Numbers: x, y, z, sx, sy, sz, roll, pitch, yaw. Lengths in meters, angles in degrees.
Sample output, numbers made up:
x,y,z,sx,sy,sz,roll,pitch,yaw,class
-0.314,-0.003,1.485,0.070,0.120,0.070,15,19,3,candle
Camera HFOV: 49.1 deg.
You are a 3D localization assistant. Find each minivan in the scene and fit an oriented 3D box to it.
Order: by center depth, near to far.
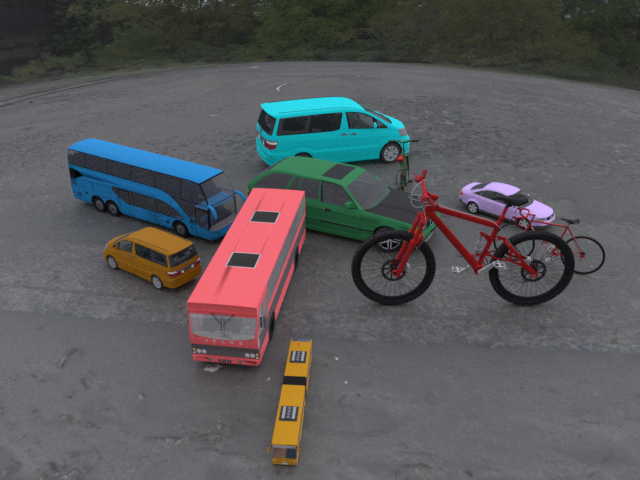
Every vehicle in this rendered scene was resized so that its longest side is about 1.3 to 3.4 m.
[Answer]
x,y,z,sx,sy,sz,roll,pitch,yaw,class
-2.401,0.179,9.864,1.548,0.616,0.681,19,33,32,minivan
0.285,-2.132,13.682,3.011,1.197,1.324,-9,29,-17,minivan

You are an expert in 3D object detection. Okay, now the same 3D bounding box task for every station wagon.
x,y,z,sx,sy,sz,roll,pitch,yaw,class
0.362,-0.664,11.155,3.105,0.920,1.327,13,30,24,station wagon

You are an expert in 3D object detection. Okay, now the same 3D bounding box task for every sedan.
x,y,z,sx,sy,sz,roll,pitch,yaw,class
3.085,-0.624,11.554,1.613,0.483,0.635,22,35,36,sedan

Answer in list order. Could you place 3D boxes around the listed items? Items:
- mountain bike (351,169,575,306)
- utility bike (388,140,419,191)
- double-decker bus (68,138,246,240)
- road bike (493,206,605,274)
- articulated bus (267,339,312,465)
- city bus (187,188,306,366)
x,y,z,sx,sy,sz,roll,pitch,yaw,class
1.829,0.098,8.858,2.857,1.688,1.114,0,27,0,mountain bike
1.416,-1.267,12.289,0.535,0.946,1.435,6,28,11,utility bike
-2.723,-0.835,11.343,3.251,1.052,0.756,16,31,28,double-decker bus
3.246,0.013,9.928,1.545,0.852,0.358,12,30,21,road bike
-0.280,1.650,7.387,0.311,0.289,1.749,2,28,4,articulated bus
-0.841,0.365,9.203,0.926,0.894,3.255,4,28,7,city bus
